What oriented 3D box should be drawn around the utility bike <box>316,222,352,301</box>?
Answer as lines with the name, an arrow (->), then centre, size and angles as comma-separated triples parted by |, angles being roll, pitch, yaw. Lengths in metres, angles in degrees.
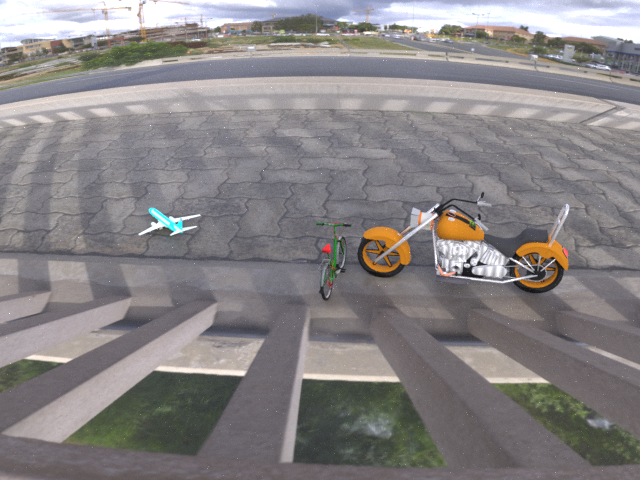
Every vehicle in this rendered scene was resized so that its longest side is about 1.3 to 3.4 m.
utility bike -> 0.153, 0.236, 10.355 | 0.535, 0.946, 1.435 | 8, 30, 14

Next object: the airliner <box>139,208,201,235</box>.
airliner -> -2.650, -0.403, 12.022 | 1.161, 0.429, 1.307 | -21, 36, -33

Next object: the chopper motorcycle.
chopper motorcycle -> 2.069, 0.007, 10.217 | 3.040, 1.480, 0.906 | 7, 30, 12
